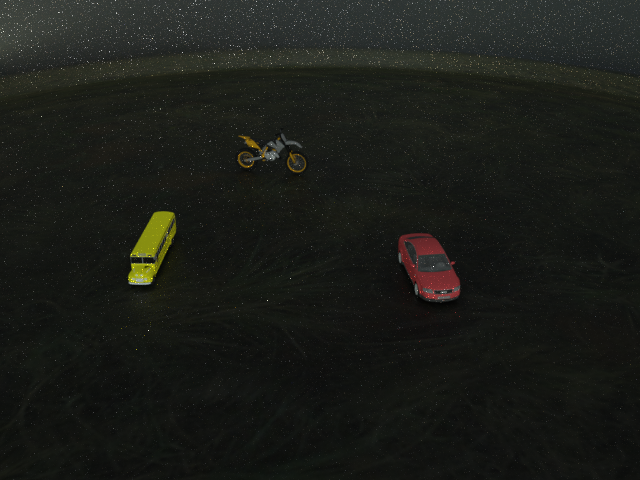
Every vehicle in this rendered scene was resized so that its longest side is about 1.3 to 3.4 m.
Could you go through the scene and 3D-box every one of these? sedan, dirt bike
[{"bbox_3d":[1.546,0.325,10.002,0.635,0.483,1.613,-3,27,-7],"label":"sedan"},{"bbox_3d":[-0.948,-1.721,13.631,1.493,0.857,0.527,6,27,11],"label":"dirt bike"}]

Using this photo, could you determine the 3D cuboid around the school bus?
[{"bbox_3d":[-2.501,0.115,10.470,0.365,0.434,1.708,1,27,1],"label":"school bus"}]
